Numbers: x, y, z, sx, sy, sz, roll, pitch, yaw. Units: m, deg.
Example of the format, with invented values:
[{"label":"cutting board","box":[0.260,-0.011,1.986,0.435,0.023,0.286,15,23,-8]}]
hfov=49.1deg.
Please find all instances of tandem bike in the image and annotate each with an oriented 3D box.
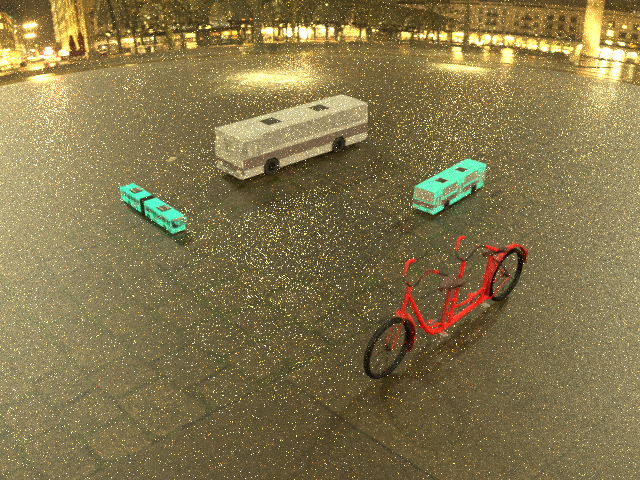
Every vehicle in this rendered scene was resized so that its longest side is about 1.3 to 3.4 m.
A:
[{"label":"tandem bike","box":[1.654,0.600,8.538,3.192,1.326,0.550,-24,37,-37]}]

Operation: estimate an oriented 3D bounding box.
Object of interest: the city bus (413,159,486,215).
[{"label":"city bus","box":[2.281,-0.928,12.225,0.476,0.460,1.674,23,36,36]}]

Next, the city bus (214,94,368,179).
[{"label":"city bus","box":[-0.493,-2.045,13.811,3.255,0.894,0.926,-23,36,-35]}]

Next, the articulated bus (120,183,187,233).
[{"label":"articulated bus","box":[-2.816,-0.550,11.714,0.311,0.289,1.749,-23,36,-35]}]
